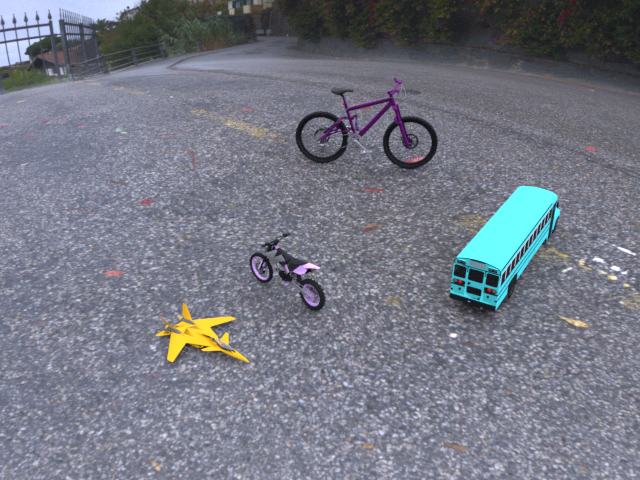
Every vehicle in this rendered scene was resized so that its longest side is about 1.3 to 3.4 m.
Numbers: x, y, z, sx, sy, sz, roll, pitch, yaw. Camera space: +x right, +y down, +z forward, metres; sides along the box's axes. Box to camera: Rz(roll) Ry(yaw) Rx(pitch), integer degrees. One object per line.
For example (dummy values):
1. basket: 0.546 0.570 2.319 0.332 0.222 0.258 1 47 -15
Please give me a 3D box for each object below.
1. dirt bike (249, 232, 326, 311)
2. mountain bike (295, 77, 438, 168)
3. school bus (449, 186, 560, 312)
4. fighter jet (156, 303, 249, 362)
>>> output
1. dirt bike: -0.487 0.408 9.787 1.493 0.857 0.527 24 37 37
2. mountain bike: 0.910 -2.259 13.846 2.857 1.688 1.114 5 29 9
3. school bus: 2.920 -0.021 10.593 0.709 0.844 3.322 16 32 27
4. fighter jet: -1.413 1.226 8.873 1.358 0.286 1.147 19 34 32
